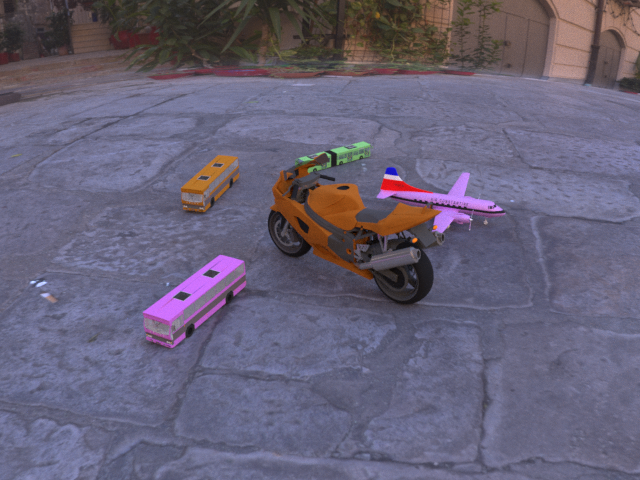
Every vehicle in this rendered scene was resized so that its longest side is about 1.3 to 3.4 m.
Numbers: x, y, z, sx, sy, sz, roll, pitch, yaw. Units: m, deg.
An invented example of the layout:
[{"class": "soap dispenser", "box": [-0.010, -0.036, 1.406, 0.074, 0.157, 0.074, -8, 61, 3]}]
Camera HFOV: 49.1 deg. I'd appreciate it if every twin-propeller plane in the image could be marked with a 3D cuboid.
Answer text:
[{"class": "twin-propeller plane", "box": [2.037, -0.733, 11.714, 2.129, 0.792, 2.663, 10, 29, 18]}]

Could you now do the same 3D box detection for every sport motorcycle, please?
[{"class": "sport motorcycle", "box": [0.361, -0.168, 9.762, 2.955, 1.596, 0.983, 21, 34, 35]}]

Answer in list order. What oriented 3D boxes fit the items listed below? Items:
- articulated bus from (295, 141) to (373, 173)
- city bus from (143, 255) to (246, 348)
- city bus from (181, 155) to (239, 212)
[{"class": "articulated bus", "box": [0.286, -1.651, 14.016, 1.749, 0.289, 0.311, -19, 33, -32]}, {"class": "city bus", "box": [-1.597, 0.783, 9.168, 0.476, 0.460, 1.674, 14, 30, 24]}, {"class": "city bus", "box": [-1.953, -1.020, 12.623, 0.476, 0.460, 1.674, 7, 28, 14]}]
